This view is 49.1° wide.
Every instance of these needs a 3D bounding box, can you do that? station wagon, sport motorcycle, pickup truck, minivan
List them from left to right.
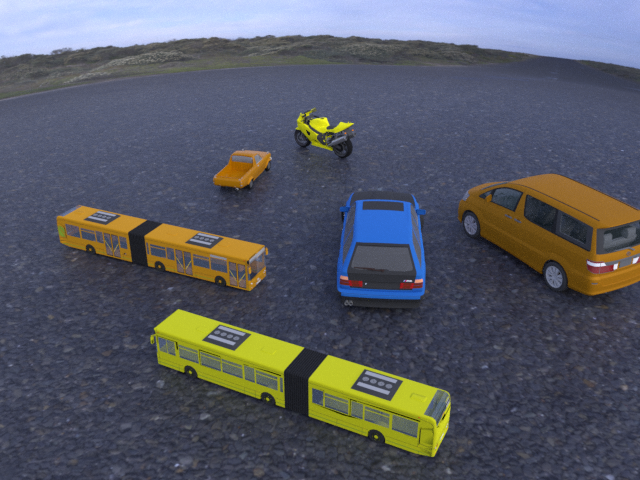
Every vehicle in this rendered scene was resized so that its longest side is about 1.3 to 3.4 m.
[{"bbox_3d":[-1.432,-1.369,13.114,0.640,0.511,1.603,8,28,14],"label":"pickup truck"},{"bbox_3d":[0.066,-2.191,14.373,1.520,0.821,0.506,20,33,33],"label":"sport motorcycle"},{"bbox_3d":[0.907,-0.119,10.236,1.327,0.920,3.105,2,27,4],"label":"station wagon"},{"bbox_3d":[3.307,-0.299,10.283,1.324,1.197,3.011,-13,30,-24],"label":"minivan"}]

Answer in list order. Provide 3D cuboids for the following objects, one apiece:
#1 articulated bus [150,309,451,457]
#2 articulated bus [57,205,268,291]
[{"bbox_3d":[-0.309,1.469,7.541,3.401,0.561,0.605,13,30,24],"label":"articulated bus"},{"bbox_3d":[-2.359,0.083,10.236,3.401,0.561,0.605,12,29,22],"label":"articulated bus"}]
